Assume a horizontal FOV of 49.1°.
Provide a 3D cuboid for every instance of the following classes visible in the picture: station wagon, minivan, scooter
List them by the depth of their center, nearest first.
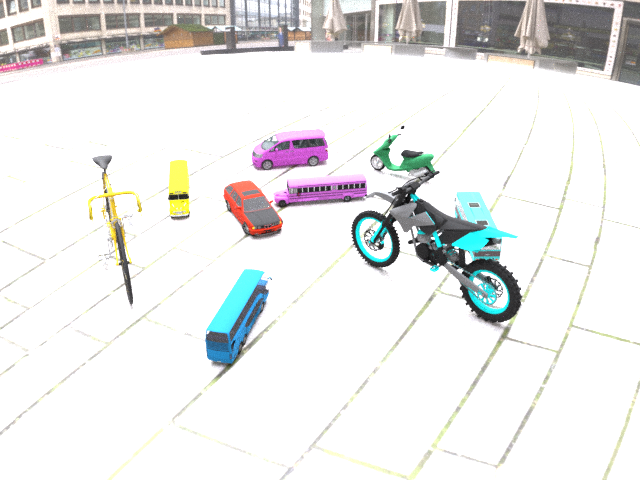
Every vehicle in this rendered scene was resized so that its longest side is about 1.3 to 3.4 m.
[{"bbox_3d":[-1.170,-0.593,12.044,0.682,0.473,1.597,-13,32,-21],"label":"station wagon"},{"bbox_3d":[1.596,-1.659,13.494,1.399,0.919,0.662,17,33,28],"label":"scooter"},{"bbox_3d":[-0.615,-1.847,14.140,1.548,0.616,0.681,-6,30,-10],"label":"minivan"}]

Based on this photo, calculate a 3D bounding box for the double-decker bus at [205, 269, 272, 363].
[{"bbox_3d":[-1.055,0.942,9.231,0.389,0.541,1.672,7,30,12],"label":"double-decker bus"}]

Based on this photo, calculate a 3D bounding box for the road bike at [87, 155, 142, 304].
[{"bbox_3d":[-3.044,-0.315,10.336,0.697,1.656,3.004,-10,31,-18],"label":"road bike"}]

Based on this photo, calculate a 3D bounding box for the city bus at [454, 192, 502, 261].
[{"bbox_3d":[2.551,-0.229,11.407,0.476,0.460,1.674,0,29,-1],"label":"city bus"}]

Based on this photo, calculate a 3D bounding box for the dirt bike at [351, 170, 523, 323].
[{"bbox_3d":[1.536,0.011,9.743,2.903,1.666,1.024,25,38,37],"label":"dirt bike"}]

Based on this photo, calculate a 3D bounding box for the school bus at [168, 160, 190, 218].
[{"bbox_3d":[-2.556,-0.939,12.702,0.365,0.434,1.708,-5,30,-8],"label":"school bus"}]

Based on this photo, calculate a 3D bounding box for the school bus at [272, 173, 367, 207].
[{"bbox_3d":[-0.008,-0.910,12.651,1.708,0.434,0.365,-5,30,-9],"label":"school bus"}]
